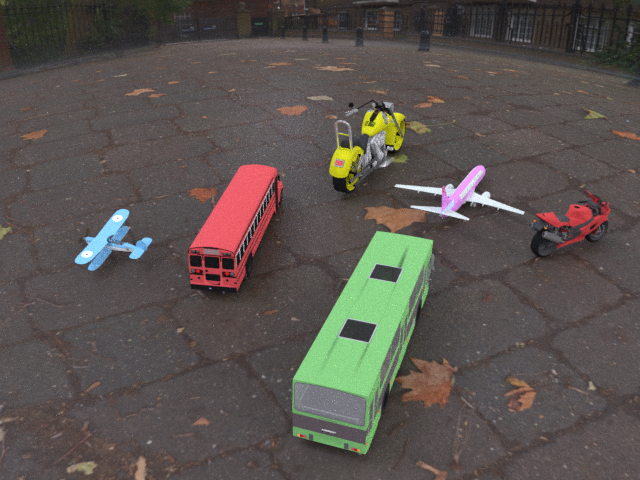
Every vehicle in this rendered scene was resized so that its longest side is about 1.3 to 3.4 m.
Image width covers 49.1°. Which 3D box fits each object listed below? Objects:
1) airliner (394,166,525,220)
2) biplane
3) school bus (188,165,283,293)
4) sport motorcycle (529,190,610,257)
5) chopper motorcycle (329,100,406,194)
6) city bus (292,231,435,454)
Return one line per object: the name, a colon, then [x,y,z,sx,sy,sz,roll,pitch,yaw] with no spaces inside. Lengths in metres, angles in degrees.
airliner: [2.460,-0.985,11.992,2.257,0.835,2.541,15,33,24]
biplane: [-3.079,0.080,10.472,1.090,0.504,1.336,8,31,14]
school bus: [-1.198,-0.340,10.863,0.709,0.844,3.322,4,30,8]
sport motorcycle: [3.845,-0.224,10.685,1.520,0.821,0.506,-13,33,-22]
chopper motorcycle: [0.977,-1.945,13.015,0.906,1.480,3.040,14,33,23]
city bus: [0.619,1.075,8.353,0.926,0.894,3.255,10,31,16]
